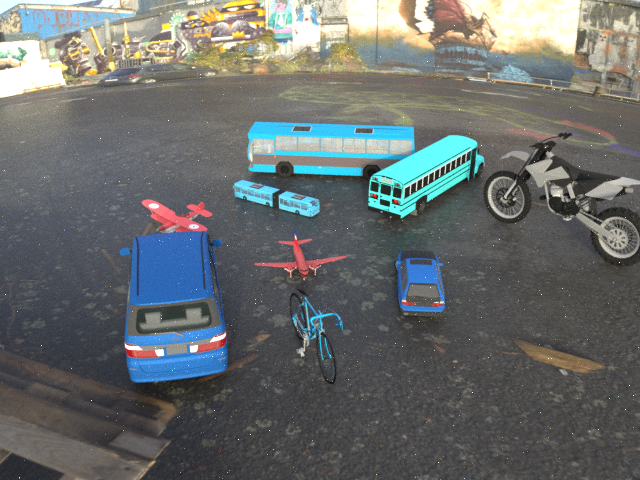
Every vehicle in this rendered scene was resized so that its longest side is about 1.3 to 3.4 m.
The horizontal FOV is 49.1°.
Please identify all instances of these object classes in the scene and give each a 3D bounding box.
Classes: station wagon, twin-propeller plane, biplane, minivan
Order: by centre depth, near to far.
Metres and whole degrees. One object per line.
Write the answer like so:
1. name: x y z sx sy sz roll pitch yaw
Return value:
1. minivan: -1.840 0.554 8.834 1.324 1.197 3.011 -5 27 -10
2. station wagon: 1.394 0.496 9.775 0.682 0.473 1.597 2 26 4
3. twin-propeller plane: -0.299 0.231 10.392 1.370 0.407 1.095 -4 26 -9
4. biplane: -2.249 -0.320 11.405 1.336 0.504 1.090 17 31 31

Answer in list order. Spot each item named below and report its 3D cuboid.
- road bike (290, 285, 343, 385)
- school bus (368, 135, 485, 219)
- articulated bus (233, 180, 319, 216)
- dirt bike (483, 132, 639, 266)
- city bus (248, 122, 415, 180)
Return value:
1. road bike: -0.099 1.029 8.256 0.358 0.852 1.545 -10 28 -19
2. school bus: 2.080 -1.238 12.894 0.709 0.844 3.322 18 32 33
3. articulated bus: -0.801 -0.753 12.536 1.749 0.289 0.311 16 30 30
4. dirt bike: 3.781 -0.714 10.889 1.024 1.666 2.903 -21 33 -37
5. city bus: 0.239 -1.760 13.903 3.255 0.894 0.926 3 26 6
